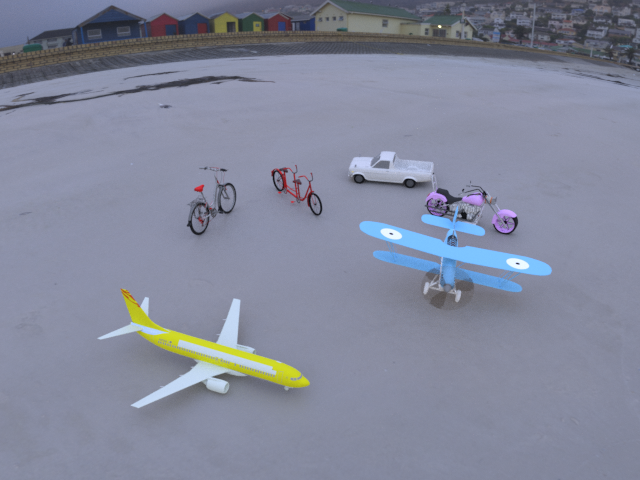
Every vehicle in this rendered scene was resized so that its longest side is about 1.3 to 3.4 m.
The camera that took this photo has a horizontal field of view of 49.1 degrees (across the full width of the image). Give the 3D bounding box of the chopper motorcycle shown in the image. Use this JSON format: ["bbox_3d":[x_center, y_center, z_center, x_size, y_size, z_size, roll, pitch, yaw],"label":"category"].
[{"bbox_3d":[2.495,-0.589,11.533,1.563,0.761,0.466,15,32,25],"label":"chopper motorcycle"}]

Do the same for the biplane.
[{"bbox_3d":[1.881,0.197,9.877,2.598,0.981,2.120,6,29,10],"label":"biplane"}]

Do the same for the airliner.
[{"bbox_3d":[-1.285,1.182,8.236,2.541,0.835,2.257,12,31,20],"label":"airliner"}]

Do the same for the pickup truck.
[{"bbox_3d":[1.342,-1.364,13.203,1.603,0.511,0.640,6,29,11],"label":"pickup truck"}]

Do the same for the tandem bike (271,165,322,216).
[{"bbox_3d":[-0.428,-0.977,12.321,0.283,0.682,1.642,-18,34,-30],"label":"tandem bike"}]

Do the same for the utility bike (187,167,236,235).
[{"bbox_3d":[-1.831,-0.708,11.558,0.535,0.946,1.435,13,31,22],"label":"utility bike"}]
